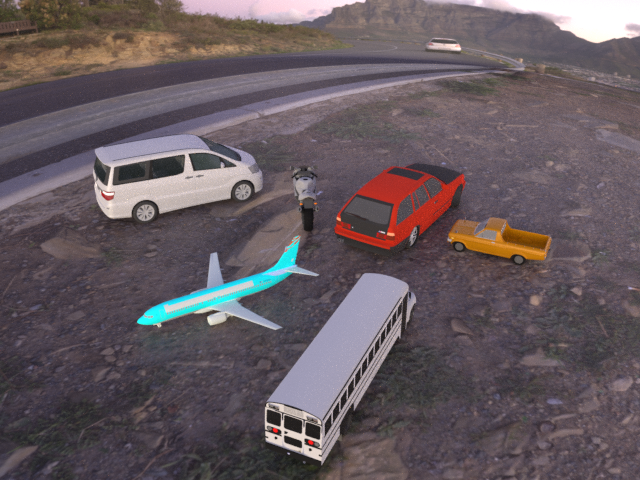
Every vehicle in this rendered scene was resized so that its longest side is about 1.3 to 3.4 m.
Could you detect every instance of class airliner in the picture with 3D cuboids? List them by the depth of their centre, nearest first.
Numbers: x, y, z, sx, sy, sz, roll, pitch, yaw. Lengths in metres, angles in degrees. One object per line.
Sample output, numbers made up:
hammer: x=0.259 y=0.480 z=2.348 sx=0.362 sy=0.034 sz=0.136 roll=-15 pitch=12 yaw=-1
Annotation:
airliner: x=-1.347 y=0.591 z=9.827 sx=2.541 sy=0.835 sz=2.257 roll=-16 pitch=33 yaw=-26

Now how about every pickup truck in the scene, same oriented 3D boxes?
pickup truck: x=2.886 y=-0.038 z=11.285 sx=1.603 sy=0.511 sz=0.640 roll=13 pitch=32 yaw=22

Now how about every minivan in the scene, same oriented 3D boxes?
minivan: x=-2.537 y=-1.242 z=12.736 sx=3.011 sy=1.197 sz=1.324 roll=-14 pitch=32 yaw=-24

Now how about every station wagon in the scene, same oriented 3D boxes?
station wagon: x=1.498 y=-0.767 z=12.170 sx=1.327 sy=0.920 sz=3.105 roll=18 pitch=34 yaw=28

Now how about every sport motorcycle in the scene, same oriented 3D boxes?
sport motorcycle: x=-0.249 y=-0.774 z=12.284 sx=0.506 sy=0.821 sz=1.520 roll=-2 pitch=29 yaw=-4

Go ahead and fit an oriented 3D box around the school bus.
school bus: x=0.403 y=1.319 z=8.517 sx=0.709 sy=0.844 sz=3.322 roll=13 pitch=32 yaw=21
